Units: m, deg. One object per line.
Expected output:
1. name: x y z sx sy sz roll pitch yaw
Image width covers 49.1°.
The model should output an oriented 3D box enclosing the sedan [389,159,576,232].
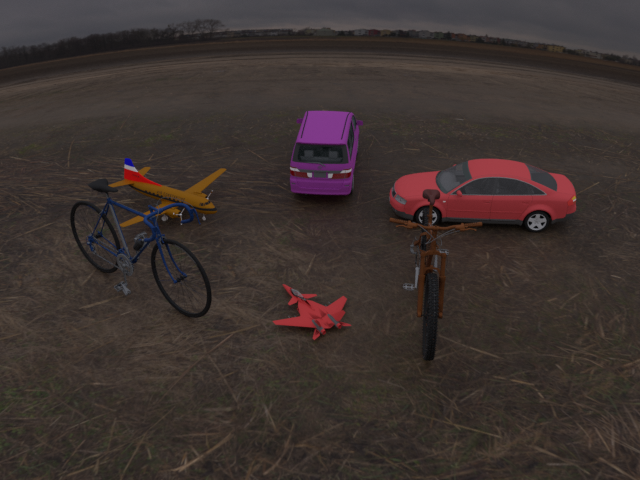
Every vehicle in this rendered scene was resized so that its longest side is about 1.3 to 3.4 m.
1. sedan: 2.773 -0.852 12.015 3.137 0.940 1.235 3 30 5

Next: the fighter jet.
1. fighter jet: -0.184 0.854 9.666 1.147 0.286 1.358 -17 34 -27

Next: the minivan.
1. minivan: 0.140 -1.859 13.531 1.324 1.197 3.011 3 30 5

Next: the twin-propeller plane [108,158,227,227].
1. twin-propeller plane: -2.646 -0.877 12.209 2.129 0.792 2.663 17 34 27

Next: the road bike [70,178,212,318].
1. road bike: -2.596 0.027 9.738 3.004 1.656 0.696 21 36 32

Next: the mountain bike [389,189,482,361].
1. mountain bike: 1.449 0.253 9.307 1.114 1.688 2.857 3 30 5
